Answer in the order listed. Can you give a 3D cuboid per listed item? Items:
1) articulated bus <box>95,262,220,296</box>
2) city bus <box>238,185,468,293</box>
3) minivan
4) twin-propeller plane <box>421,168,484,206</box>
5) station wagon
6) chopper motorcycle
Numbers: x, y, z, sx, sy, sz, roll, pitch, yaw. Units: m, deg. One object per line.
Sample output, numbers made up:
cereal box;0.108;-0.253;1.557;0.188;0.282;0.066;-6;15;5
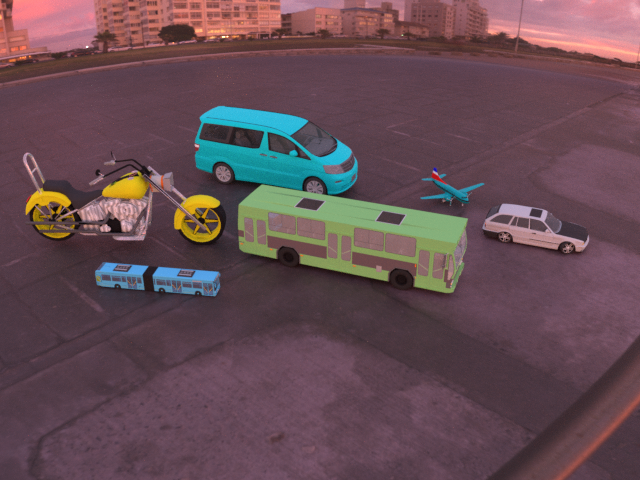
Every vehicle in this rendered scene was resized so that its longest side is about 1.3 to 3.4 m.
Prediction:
articulated bus;-2.255;0.548;9.772;1.749;0.289;0.311;4;29;8
city bus;0.437;-0.021;10.187;3.255;0.894;0.926;11;30;19
minivan;-0.793;-1.657;12.891;3.011;1.197;1.324;11;30;19
twin-propeller plane;2.295;-0.932;12.382;1.370;0.407;1.095;-14;31;-24
station wagon;3.394;-0.212;10.982;1.597;0.473;0.682;11;30;20
chopper motorcycle;-2.985;-0.621;10.681;3.040;1.480;0.906;0;28;0
